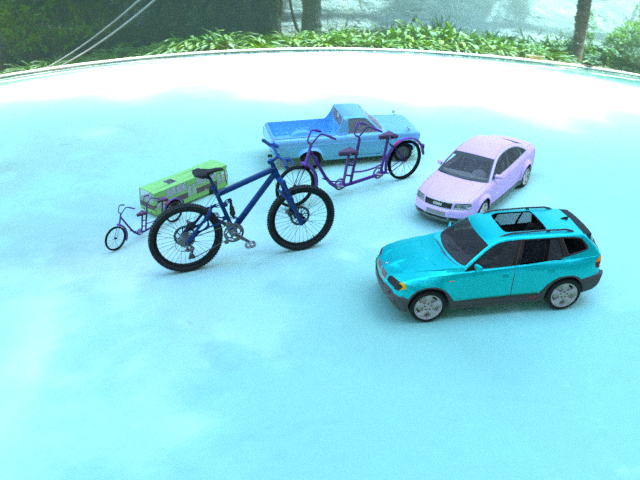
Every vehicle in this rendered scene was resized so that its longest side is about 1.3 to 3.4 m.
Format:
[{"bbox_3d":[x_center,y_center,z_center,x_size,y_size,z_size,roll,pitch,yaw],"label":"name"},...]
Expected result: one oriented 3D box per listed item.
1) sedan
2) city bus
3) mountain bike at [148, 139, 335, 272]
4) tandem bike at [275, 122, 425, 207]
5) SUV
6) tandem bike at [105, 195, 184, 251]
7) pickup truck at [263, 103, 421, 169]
[{"bbox_3d":[2.814,-1.227,12.446,1.235,0.940,3.137,20,35,31],"label":"sedan"},{"bbox_3d":[-2.384,-0.929,12.403,0.476,0.460,1.674,23,36,35],"label":"city bus"},{"bbox_3d":[-1.110,-0.442,10.260,2.857,1.688,1.114,-11,31,-18],"label":"mountain bike"},{"bbox_3d":[0.611,-1.454,12.458,3.192,1.326,0.550,-16,33,-27],"label":"tandem bike"},{"bbox_3d":[2.299,0.241,9.606,3.058,1.128,1.276,-4,29,-8],"label":"SUV"},{"bbox_3d":[-2.786,-0.384,11.192,0.283,0.682,1.642,20,35,32],"label":"tandem bike"},{"bbox_3d":[0.436,-2.161,14.075,3.117,0.993,1.244,-6,30,-11],"label":"pickup truck"}]
